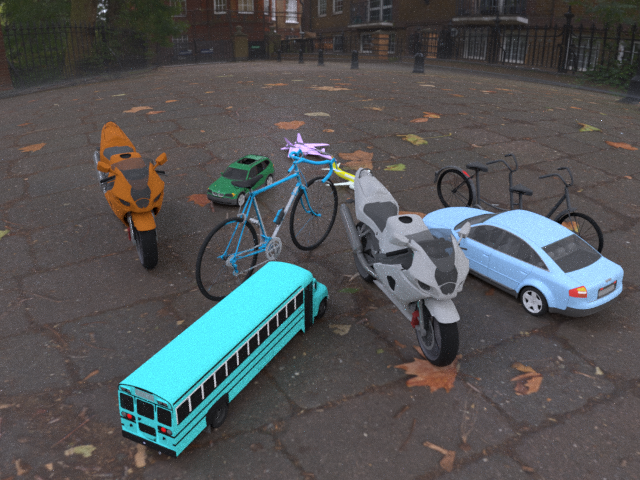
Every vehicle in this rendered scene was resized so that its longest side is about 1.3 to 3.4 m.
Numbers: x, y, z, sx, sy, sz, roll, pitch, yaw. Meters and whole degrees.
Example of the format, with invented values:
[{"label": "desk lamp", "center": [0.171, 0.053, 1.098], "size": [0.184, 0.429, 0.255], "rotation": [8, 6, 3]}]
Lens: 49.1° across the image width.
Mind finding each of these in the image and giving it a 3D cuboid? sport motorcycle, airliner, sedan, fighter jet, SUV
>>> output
[{"label": "sport motorcycle", "center": [-2.942, -0.761, 10.809], "size": [0.983, 1.596, 2.955], "rotation": [-11, 29, -21]}, {"label": "airliner", "center": [0.641, -1.219, 13.035], "size": [1.161, 0.429, 1.307], "rotation": [-23, 34, -38]}, {"label": "sedan", "center": [2.682, 0.090, 9.837], "size": [1.235, 0.940, 3.137], "rotation": [-18, 32, -32]}, {"label": "fighter jet", "center": [-0.151, -1.899, 14.561], "size": [1.358, 0.286, 1.147], "rotation": [24, 35, 39]}, {"label": "SUV", "center": [-1.410, -1.107, 12.642], "size": [0.656, 0.580, 1.572], "rotation": [13, 29, 24]}, {"label": "sport motorcycle", "center": [1.014, 0.251, 8.777], "size": [0.983, 1.596, 2.955], "rotation": [-8, 28, -16]}]

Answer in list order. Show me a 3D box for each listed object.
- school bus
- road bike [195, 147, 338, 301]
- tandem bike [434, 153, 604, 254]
[{"label": "school bus", "center": [-0.881, 1.104, 7.910], "size": [0.709, 0.844, 3.322], "rotation": [13, 29, 24]}, {"label": "road bike", "center": [-0.646, -0.288, 9.794], "size": [0.696, 1.656, 3.004], "rotation": [19, 32, 33]}, {"label": "tandem bike", "center": [3.015, -0.686, 10.962], "size": [0.550, 1.326, 3.192], "rotation": [-20, 33, -35]}]
